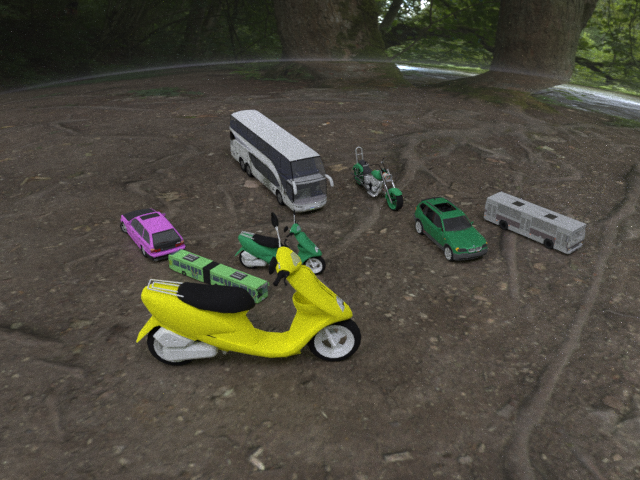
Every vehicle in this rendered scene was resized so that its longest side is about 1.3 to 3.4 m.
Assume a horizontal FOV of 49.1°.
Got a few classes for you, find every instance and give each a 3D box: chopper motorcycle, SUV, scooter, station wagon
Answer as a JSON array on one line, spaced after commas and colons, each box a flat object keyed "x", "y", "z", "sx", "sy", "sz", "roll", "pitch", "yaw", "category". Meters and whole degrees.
[{"x": 1.054, "y": -1.134, "z": 12.878, "sx": 0.466, "sy": 0.761, "sz": 1.563, "roll": -14, "pitch": 31, "yaw": -24, "category": "chopper motorcycle"}, {"x": 2.098, "y": -0.209, "z": 11.346, "sx": 0.656, "sy": 0.580, "sz": 1.572, "roll": -10, "pitch": 30, "yaw": -18, "category": "SUV"}, {"x": -0.849, "y": 0.738, "z": 8.309, "sx": 2.721, "sy": 1.786, "sz": 1.288, "roll": -1, "pitch": 28, "yaw": -2, "category": "scooter"}, {"x": -0.600, "y": 0.071, "z": 10.469, "sx": 1.399, "sy": 0.919, "sz": 0.662, "roll": 5, "pitch": 29, "yaw": 9, "category": "scooter"}, {"x": -2.764, "y": -0.193, "z": 11.431, "sx": 0.682, "sy": 0.473, "sz": 1.597, "roll": -17, "pitch": 32, "yaw": -28, "category": "station wagon"}]

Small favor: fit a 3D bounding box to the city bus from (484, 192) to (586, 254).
[{"x": 3.532, "y": -0.287, "z": 11.620, "sx": 0.476, "sy": 0.460, "sz": 1.674, "roll": -22, "pitch": 35, "yaw": -35, "category": "city bus"}]

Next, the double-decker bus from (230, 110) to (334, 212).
[{"x": -0.843, "y": -1.530, "z": 13.308, "sx": 0.756, "sy": 1.052, "sz": 3.251, "roll": -14, "pitch": 31, "yaw": -24, "category": "double-decker bus"}]

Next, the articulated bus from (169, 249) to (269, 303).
[{"x": -1.512, "y": 0.518, "z": 10.302, "sx": 1.749, "sy": 0.289, "sz": 0.311, "roll": 18, "pitch": 33, "yaw": 30, "category": "articulated bus"}]
